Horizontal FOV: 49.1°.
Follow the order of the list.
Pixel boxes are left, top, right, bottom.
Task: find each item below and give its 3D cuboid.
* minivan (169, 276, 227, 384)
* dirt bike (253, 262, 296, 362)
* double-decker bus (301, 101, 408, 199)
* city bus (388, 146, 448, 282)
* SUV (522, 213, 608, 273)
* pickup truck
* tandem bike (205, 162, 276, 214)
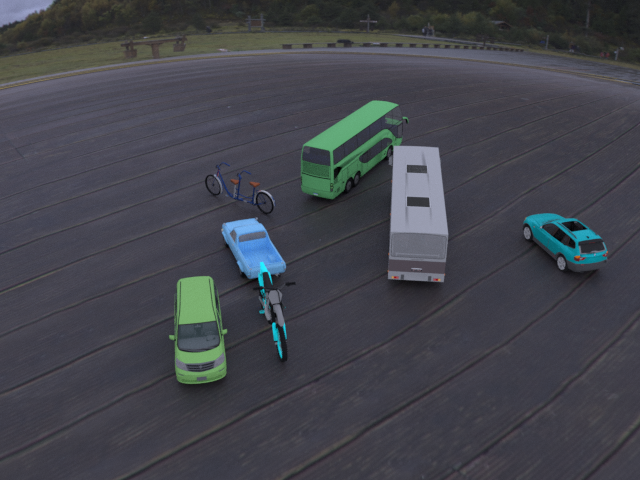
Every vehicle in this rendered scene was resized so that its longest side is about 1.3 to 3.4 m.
[{"bbox_3d":[-1.494,1.078,8.603,0.681,0.616,1.548,-5,30,-9],"label":"minivan"},{"bbox_3d":[-0.595,0.834,8.793,0.527,0.857,1.493,-7,30,-13],"label":"dirt bike"},{"bbox_3d":[0.703,-1.799,13.313,0.756,1.052,3.251,15,33,25],"label":"double-decker bus"},{"bbox_3d":[1.519,-0.478,11.107,0.926,0.894,3.255,3,29,5],"label":"city bus"},{"bbox_3d":[3.721,-0.055,10.670,0.656,0.580,1.572,-8,30,-14],"label":"SUV"},{"bbox_3d":[-1.020,0.076,10.508,0.640,0.511,1.603,-10,31,-18],"label":"pickup truck"},{"bbox_3d":[-1.410,-0.921,12.118,1.642,0.682,0.283,20,35,31],"label":"tandem bike"}]
